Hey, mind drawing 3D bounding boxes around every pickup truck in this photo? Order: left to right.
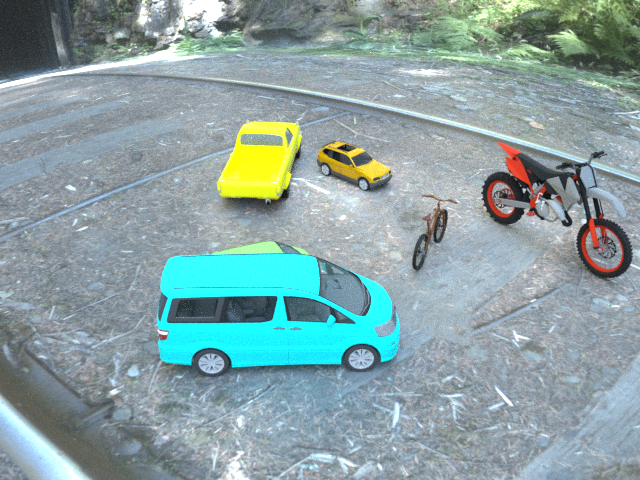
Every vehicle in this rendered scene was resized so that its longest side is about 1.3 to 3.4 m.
[{"bbox_3d":[-1.080,-1.623,13.268,1.244,0.993,3.117,3,30,5],"label":"pickup truck"}]

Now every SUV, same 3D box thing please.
[{"bbox_3d":[0.644,-1.455,13.389,1.572,0.580,0.656,25,39,36],"label":"SUV"}]

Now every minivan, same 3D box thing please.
[{"bbox_3d":[-0.810,0.384,10.183,1.548,0.616,0.681,-12,32,-20],"label":"minivan"},{"bbox_3d":[-0.496,0.861,8.781,3.011,1.197,1.324,-1,30,-2],"label":"minivan"}]

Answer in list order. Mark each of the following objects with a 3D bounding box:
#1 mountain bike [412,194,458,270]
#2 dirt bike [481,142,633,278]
[{"bbox_3d":[1.736,-0.154,10.859,0.573,0.868,1.469,15,33,24],"label":"mountain bike"},{"bbox_3d":[3.643,-0.614,10.857,1.024,1.666,2.903,-18,35,-28],"label":"dirt bike"}]
